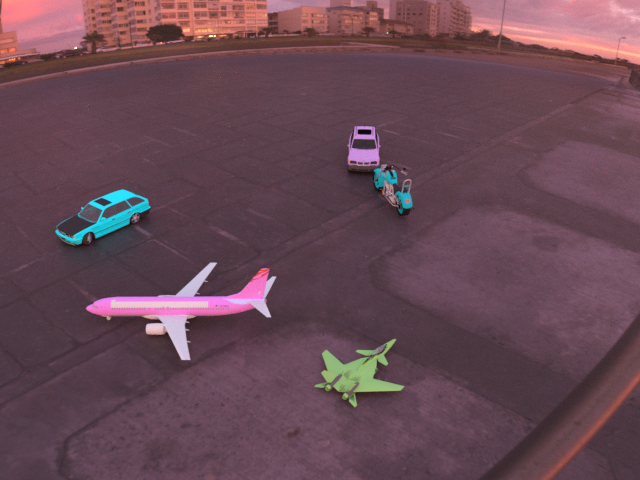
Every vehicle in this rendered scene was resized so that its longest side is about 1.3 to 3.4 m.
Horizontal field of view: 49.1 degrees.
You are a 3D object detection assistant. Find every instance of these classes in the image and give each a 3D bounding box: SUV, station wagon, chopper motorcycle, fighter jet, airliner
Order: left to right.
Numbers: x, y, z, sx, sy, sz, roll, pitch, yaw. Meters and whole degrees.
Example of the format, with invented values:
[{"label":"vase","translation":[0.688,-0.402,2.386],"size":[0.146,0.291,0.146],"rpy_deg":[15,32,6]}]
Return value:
[{"label":"station wagon","translation":[-3.631,-0.418,11.718],"size":[0.682,0.473,1.597],"rpy_deg":[21,36,33]},{"label":"airliner","translation":[-1.881,0.725,9.300],"size":[2.541,0.835,2.257],"rpy_deg":[0,29,1]},{"label":"SUV","translation":[0.892,-1.867,14.203],"size":[0.656,0.580,1.572],"rpy_deg":[2,29,3]},{"label":"fighter jet","translation":[0.571,1.468,8.533],"size":[1.147,0.286,1.358],"rpy_deg":[20,35,32]},{"label":"chopper motorcycle","translation":[1.275,-1.007,12.477],"size":[0.466,0.761,1.563],"rpy_deg":[-8,30,-14]}]
